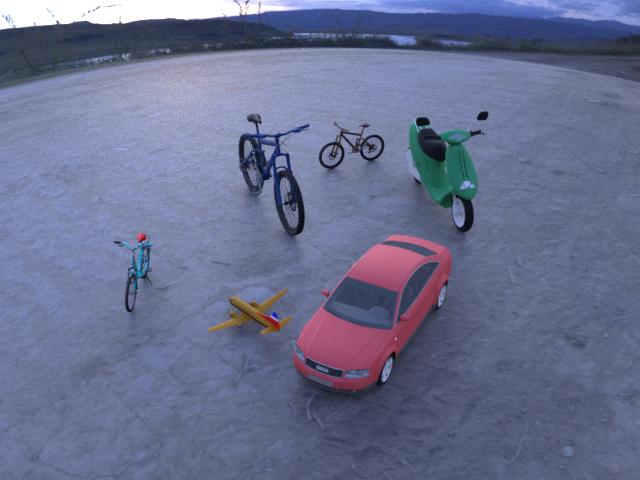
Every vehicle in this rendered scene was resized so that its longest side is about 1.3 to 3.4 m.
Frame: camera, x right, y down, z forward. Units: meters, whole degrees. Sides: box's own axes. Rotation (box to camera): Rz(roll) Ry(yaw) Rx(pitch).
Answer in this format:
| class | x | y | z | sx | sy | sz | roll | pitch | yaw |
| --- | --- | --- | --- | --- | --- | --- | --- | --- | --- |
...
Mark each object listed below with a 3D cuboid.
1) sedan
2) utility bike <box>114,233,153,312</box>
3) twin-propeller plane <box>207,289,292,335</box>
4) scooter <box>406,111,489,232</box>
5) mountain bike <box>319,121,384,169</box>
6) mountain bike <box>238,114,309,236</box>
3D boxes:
| class | x | y | z | sx | sy | sz | roll | pitch | yaw |
| --- | --- | --- | --- | --- | --- | --- | --- | --- | --- |
| sedan | 0.771 | 0.789 | 9.221 | 1.235 | 0.940 | 3.137 | 16 | 34 | 25 |
| utility bike | -2.562 | 0.335 | 9.992 | 0.535 | 0.946 | 1.435 | 0 | 30 | 0 |
| twin-propeller plane | -0.898 | 0.956 | 9.463 | 1.370 | 0.407 | 1.095 | -26 | 39 | -37 |
| scooter | 2.113 | -1.448 | 12.213 | 1.288 | 1.786 | 2.721 | -7 | 31 | -12 |
| mountain bike | 0.641 | -1.901 | 13.899 | 1.469 | 0.868 | 0.573 | -14 | 33 | -22 |
| mountain bike | -0.894 | -1.270 | 12.005 | 1.114 | 1.688 | 2.857 | -13 | 33 | -22 |
